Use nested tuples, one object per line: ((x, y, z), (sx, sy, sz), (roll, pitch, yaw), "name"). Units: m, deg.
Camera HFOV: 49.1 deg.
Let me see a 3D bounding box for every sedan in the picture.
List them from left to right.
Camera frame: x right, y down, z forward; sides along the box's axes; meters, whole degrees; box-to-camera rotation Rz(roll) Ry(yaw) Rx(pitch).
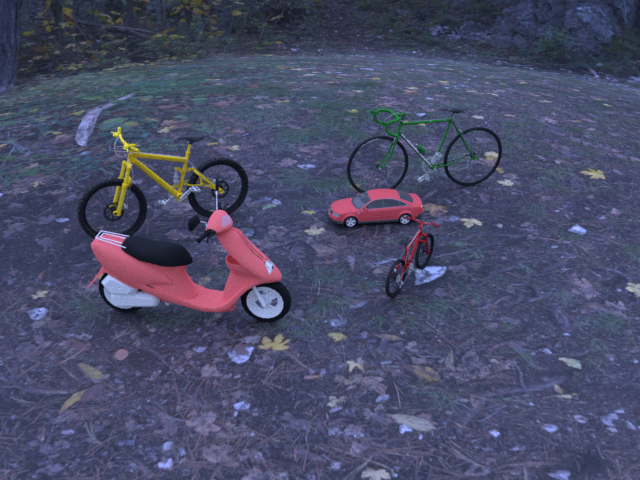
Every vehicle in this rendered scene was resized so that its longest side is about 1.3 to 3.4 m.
((0.947, -0.582, 11.904), (1.613, 0.483, 0.635), (-3, 29, -6), "sedan")

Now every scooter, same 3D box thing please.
((-1.727, 0.240, 9.047), (2.721, 1.786, 1.288), (3, 29, 6), "scooter")

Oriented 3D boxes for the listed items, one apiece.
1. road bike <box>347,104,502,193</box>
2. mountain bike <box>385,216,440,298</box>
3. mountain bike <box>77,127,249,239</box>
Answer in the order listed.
((1.934, -1.644, 12.622), (3.004, 1.656, 0.697), (-7, 29, -12), "road bike")
((1.317, 0.217, 10.044), (0.573, 0.868, 1.469), (17, 33, 29), "mountain bike")
((-2.494, -0.931, 11.288), (2.857, 1.688, 1.114), (-15, 32, -25), "mountain bike")
